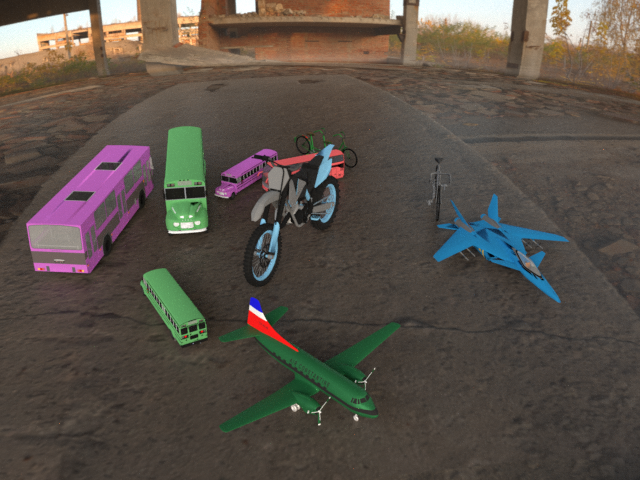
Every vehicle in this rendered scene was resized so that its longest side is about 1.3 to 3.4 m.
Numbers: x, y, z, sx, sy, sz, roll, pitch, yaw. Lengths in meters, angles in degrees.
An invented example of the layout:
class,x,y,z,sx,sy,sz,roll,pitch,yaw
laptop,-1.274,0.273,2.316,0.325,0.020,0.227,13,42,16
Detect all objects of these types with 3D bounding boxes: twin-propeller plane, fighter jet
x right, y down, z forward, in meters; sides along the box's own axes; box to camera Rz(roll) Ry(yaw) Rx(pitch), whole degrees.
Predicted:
class,x,y,z,sx,sy,sz,roll,pitch,yaw
twin-propeller plane,-0.144,1.331,7.809,2.663,0.792,2.129,-24,36,-38
fighter jet,2.837,0.102,10.417,2.229,0.557,2.640,-8,29,-15

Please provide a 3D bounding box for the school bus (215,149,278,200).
class,x,y,z,sx,sy,sz,roll,pitch,yaw
school bus,-1.372,-1.238,13.118,0.365,0.434,1.708,14,31,25

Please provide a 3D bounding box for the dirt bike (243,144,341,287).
class,x,y,z,sx,sy,sz,roll,pitch,yaw
dirt bike,-0.345,-0.524,10.417,1.024,1.666,2.903,13,30,23

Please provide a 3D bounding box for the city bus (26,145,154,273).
class,x,y,z,sx,sy,sz,roll,pitch,yaw
city bus,-3.564,-0.557,11.316,0.926,0.894,3.255,2,28,4

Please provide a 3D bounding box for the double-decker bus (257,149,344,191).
class,x,y,z,sx,sy,sz,roll,pitch,yaw
double-decker bus,-0.329,-1.282,13.086,1.672,0.541,0.389,-14,31,-25

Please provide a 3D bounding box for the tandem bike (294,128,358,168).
class,x,y,z,sx,sy,sz,roll,pitch,yaw
tandem bike,0.103,-1.930,14.175,1.642,0.682,0.283,21,34,34

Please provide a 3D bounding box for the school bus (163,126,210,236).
class,x,y,z,sx,sy,sz,roll,pitch,yaw
school bus,-2.369,-1.102,12.415,0.709,0.844,3.322,-4,28,-8

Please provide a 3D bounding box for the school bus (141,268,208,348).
class,x,y,z,sx,sy,sz,roll,pitch,yaw
school bus,-1.959,0.821,9.171,0.365,0.434,1.708,-15,31,-26

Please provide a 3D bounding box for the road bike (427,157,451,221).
class,x,y,z,sx,sy,sz,roll,pitch,yaw
road bike,2.039,-0.945,12.105,0.358,0.852,1.545,3,28,6
